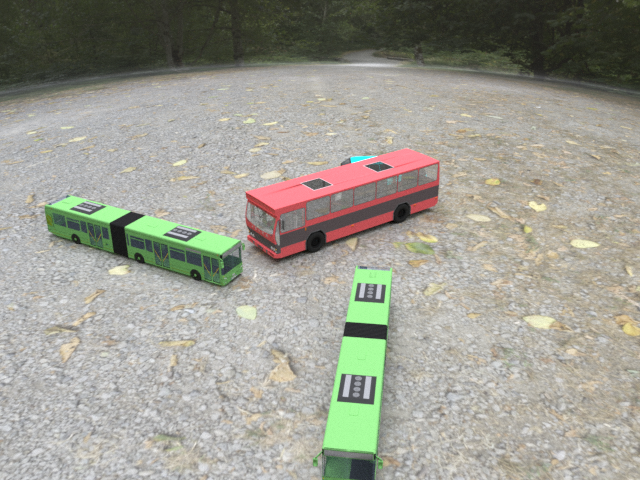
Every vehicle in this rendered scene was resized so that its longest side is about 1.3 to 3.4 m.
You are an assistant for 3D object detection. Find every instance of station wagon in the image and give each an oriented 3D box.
[{"bbox_3d":[1.148,-1.249,12.723,1.597,0.473,0.682,-1,27,-2],"label":"station wagon"}]

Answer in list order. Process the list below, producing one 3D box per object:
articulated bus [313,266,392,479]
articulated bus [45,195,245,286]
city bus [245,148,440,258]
[{"bbox_3d":[0.466,1.301,7.594,0.605,0.561,3.401,4,27,7],"label":"articulated bus"},{"bbox_3d":[-2.631,-0.038,10.237,3.401,0.561,0.605,14,30,26],"label":"articulated bus"},{"bbox_3d":[0.428,-0.599,10.975,3.255,0.894,0.926,-18,32,-32],"label":"city bus"}]
